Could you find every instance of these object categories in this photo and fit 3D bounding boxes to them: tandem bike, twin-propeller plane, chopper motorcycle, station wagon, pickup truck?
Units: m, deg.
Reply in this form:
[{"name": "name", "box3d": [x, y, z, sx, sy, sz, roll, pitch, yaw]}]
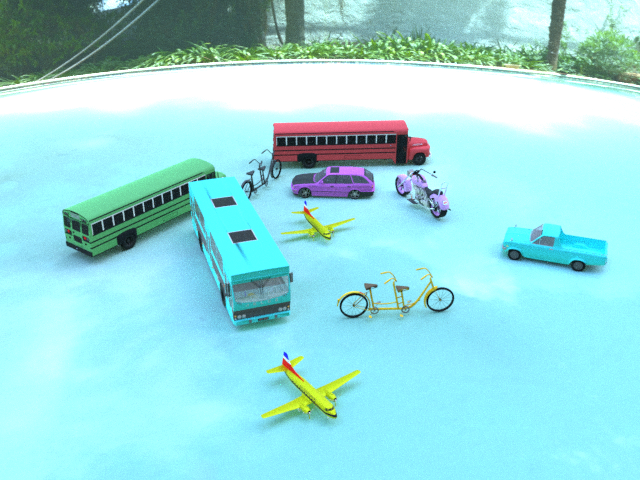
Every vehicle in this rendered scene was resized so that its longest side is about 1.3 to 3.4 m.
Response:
[{"name": "tandem bike", "box3d": [1.043, 0.735, 9.550, 1.642, 0.682, 0.283, -3, 28, -6]}, {"name": "twin-propeller plane", "box3d": [-0.061, -0.304, 11.812, 1.370, 0.407, 1.095, -12, 30, -22]}, {"name": "chopper motorcycle", "box3d": [1.831, -0.952, 12.660, 0.466, 0.761, 1.563, -13, 30, -23]}, {"name": "station wagon", "box3d": [0.243, -1.117, 13.281, 1.597, 0.473, 0.682, 2, 28, 3]}, {"name": "pickup truck", "box3d": [3.688, 0.063, 11.006, 1.603, 0.511, 0.640, 10, 30, 19]}, {"name": "tandem bike", "box3d": [-1.123, -1.268, 13.343, 0.283, 0.682, 1.642, 12, 30, 22]}, {"name": "twin-propeller plane", "box3d": [-0.138, 1.683, 8.049, 1.370, 0.407, 1.095, -19, 33, -31]}]

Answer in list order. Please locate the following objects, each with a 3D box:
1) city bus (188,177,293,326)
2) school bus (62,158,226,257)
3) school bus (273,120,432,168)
[{"name": "city bus", "box3d": [-1.289, 0.079, 10.566, 0.926, 0.894, 3.255, -9, 29, -17]}, {"name": "school bus", "box3d": [-2.792, -0.668, 12.034, 0.709, 0.844, 3.322, 19, 33, 32]}, {"name": "school bus", "box3d": [0.672, -2.026, 14.604, 3.322, 0.844, 0.709, -2, 28, -4]}]
